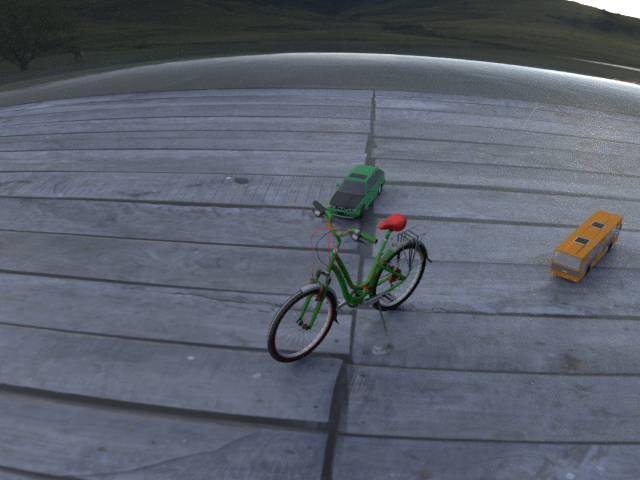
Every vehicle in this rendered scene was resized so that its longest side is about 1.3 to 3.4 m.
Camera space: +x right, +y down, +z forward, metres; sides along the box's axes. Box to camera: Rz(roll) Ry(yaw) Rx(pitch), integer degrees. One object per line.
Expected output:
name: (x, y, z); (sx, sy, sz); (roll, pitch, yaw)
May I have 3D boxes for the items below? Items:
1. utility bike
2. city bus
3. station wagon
utility bike: (0.524, 0.420, 8.520); (2.791, 1.839, 1.039); (-23, 36, -35)
city bus: (4.025, 0.090, 10.530); (0.476, 0.460, 1.674); (22, 36, 34)
station wagon: (0.649, -0.895, 12.284); (0.682, 0.473, 1.597); (11, 31, 19)
